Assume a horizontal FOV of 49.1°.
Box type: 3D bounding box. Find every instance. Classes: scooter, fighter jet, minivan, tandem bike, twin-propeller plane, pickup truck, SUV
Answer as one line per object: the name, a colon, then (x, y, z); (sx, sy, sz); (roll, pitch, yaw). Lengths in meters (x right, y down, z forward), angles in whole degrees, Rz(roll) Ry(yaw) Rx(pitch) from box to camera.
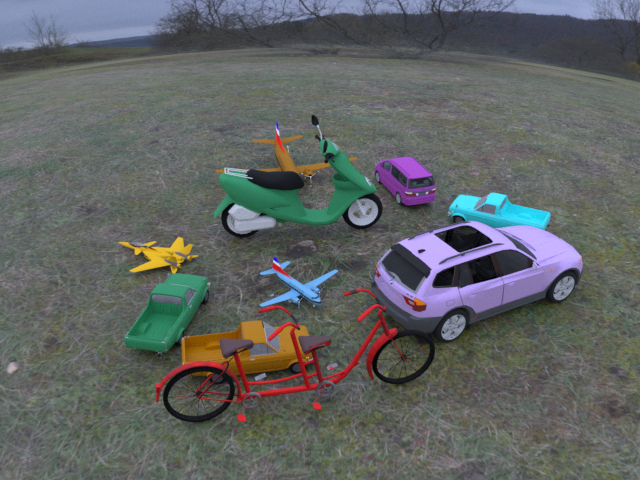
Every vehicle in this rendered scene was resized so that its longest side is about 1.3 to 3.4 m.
scooter: (-0.324, -0.895, 10.980); (2.721, 1.786, 1.288); (-4, 30, -7)
fighter jet: (-2.583, 0.126, 10.710); (1.358, 0.286, 1.147); (15, 33, 25)
minivan: (1.504, -1.153, 12.599); (0.681, 0.616, 1.548); (-10, 31, -16)
tandem bike: (-0.204, 1.277, 7.673); (3.192, 1.326, 0.550); (-8, 31, -13)
twin-propeller plane: (-0.337, 0.595, 9.775); (1.370, 0.407, 1.095); (-23, 37, -34)
pickup truck: (2.932, -0.448, 11.481); (1.603, 0.511, 0.640); (15, 33, 24)
SUV: (2.183, 0.352, 9.474); (3.058, 1.128, 1.276); (-15, 33, -24)
pickup truck: (-0.875, 1.302, 8.445); (1.603, 0.511, 0.640); (-5, 30, -9)
pickup truck: (-1.967, 0.893, 9.155); (0.640, 0.511, 1.603); (6, 30, 10)
twin-propeller plane: (-0.640, -1.539, 13.093); (2.663, 0.792, 2.129); (-6, 31, -11)
